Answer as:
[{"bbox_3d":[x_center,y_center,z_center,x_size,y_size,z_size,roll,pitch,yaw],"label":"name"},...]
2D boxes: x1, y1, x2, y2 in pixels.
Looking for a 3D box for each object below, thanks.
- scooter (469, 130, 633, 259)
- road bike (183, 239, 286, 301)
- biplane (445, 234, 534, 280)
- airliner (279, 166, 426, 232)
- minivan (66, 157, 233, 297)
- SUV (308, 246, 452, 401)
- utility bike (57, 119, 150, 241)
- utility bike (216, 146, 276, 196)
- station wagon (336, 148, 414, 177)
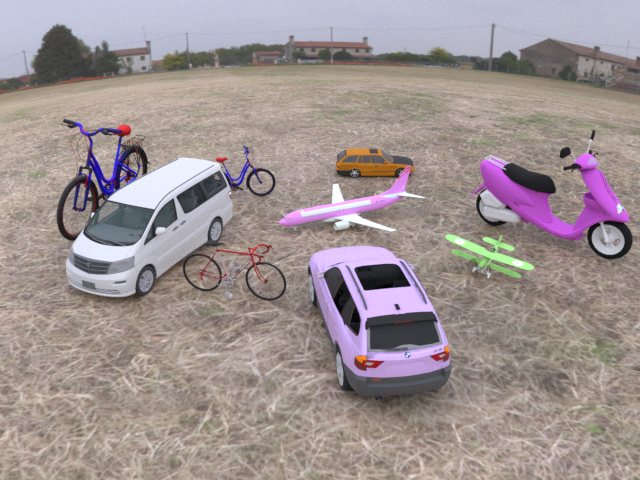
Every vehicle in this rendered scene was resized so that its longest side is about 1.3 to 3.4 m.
[{"bbox_3d":[3.673,-0.813,11.127,2.721,1.786,1.288,20,32,35],"label":"scooter"},{"bbox_3d":[-1.203,0.401,9.693,1.545,0.852,0.358,7,27,14],"label":"road bike"},{"bbox_3d":[2.546,0.240,10.422,1.336,0.504,1.090,14,29,27],"label":"biplane"},{"bbox_3d":[0.477,-0.713,12.010,2.541,0.835,2.257,-11,28,-21],"label":"airliner"},{"bbox_3d":[-2.536,-0.261,10.661,1.324,1.197,3.011,11,28,22],"label":"minivan"},{"bbox_3d":[0.649,0.746,8.662,1.276,1.128,3.058,-5,26,-9],"label":"SUV"},{"bbox_3d":[-3.550,-1.201,11.866,1.039,1.839,2.791,8,27,15],"label":"utility bike"},{"bbox_3d":[-1.552,-1.256,13.004,1.435,0.946,0.535,-3,26,-7],"label":"utility bike"},{"bbox_3d":[1.118,-1.585,14.225,1.597,0.473,0.682,0,26,0],"label":"station wagon"}]
